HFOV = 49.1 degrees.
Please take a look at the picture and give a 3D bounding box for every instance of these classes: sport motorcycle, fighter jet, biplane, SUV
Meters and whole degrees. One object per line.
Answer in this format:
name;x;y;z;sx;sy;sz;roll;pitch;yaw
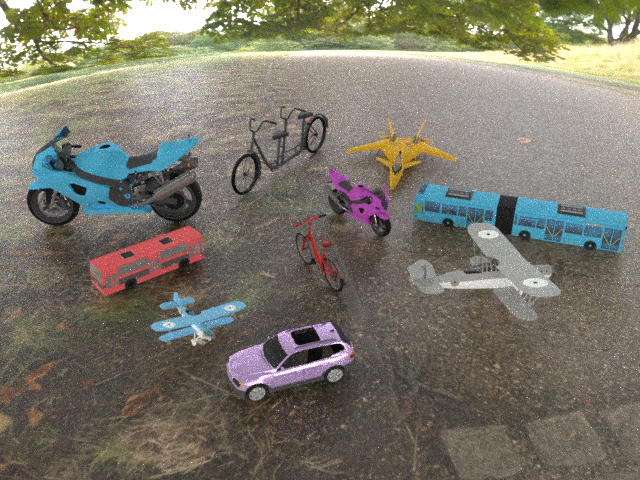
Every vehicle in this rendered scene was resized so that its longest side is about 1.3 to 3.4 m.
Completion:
sport motorcycle;0.649;-0.641;11.765;0.506;0.821;1.520;-23;37;-34
fighter jet;1.588;-1.722;13.899;2.229;0.557;2.640;6;31;10
sport motorcycle;-3.412;-0.998;11.608;2.955;1.596;0.983;-2;30;-4
biplane;2.267;0.477;9.673;2.120;0.981;2.598;-3;30;-6
biplane;-1.642;1.032;9.190;1.336;0.504;1.090;-22;36;-33
SUV;-0.351;1.417;8.449;1.572;0.580;0.656;-10;32;-17

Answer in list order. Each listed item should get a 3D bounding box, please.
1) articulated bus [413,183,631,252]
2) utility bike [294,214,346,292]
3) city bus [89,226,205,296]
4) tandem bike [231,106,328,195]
articulated bus;3.272;-0.384;11.581;3.401;0.561;0.605;10;32;17
utility bike;-0.057;0.164;10.249;0.535;0.946;1.435;-16;34;-26
city bus;-2.555;0.310;10.483;1.674;0.460;0.476;-23;37;-33
tandem bike;-0.705;-1.933;13.496;0.550;1.326;3.192;18;35;28
